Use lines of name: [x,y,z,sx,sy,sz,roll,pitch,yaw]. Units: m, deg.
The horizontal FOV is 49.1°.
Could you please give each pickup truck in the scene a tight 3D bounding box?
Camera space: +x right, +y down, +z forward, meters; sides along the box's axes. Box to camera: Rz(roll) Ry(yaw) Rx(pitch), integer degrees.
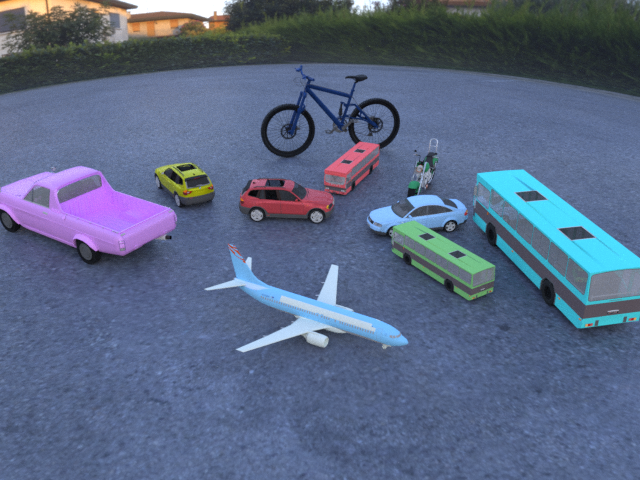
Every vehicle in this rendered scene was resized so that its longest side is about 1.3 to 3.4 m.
pickup truck: [-3.665,-0.509,10.671,3.117,0.993,1.244,17,31,30]

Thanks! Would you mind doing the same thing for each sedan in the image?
sedan: [1.537,-0.418,11.054,1.613,0.483,0.635,-6,28,-12]

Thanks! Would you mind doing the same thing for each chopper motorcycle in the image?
chopper motorcycle: [1.811,-1.212,12.308,0.466,0.761,1.563,10,29,19]

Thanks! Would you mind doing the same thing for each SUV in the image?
SUV: [-0.541,-0.670,11.443,1.572,0.580,0.656,2,27,3]
SUV: [-2.380,-1.064,12.217,0.656,0.580,1.572,-16,31,-28]

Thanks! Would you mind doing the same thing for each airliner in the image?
airliner: [-0.096,0.691,8.488,2.541,0.835,2.257,14,30,26]

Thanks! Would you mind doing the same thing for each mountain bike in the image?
mountain bike: [0.232,-2.512,13.840,2.857,1.688,1.114,-6,28,-12]

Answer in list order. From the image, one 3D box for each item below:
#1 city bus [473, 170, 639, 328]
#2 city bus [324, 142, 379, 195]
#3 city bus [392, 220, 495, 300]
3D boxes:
city bus: [3.154,0.031,9.719,0.926,0.894,3.255,-6,28,-11]
city bus: [0.604,-1.317,12.845,0.476,0.460,1.674,12,29,22]
city bus: [1.669,0.274,9.721,0.476,0.460,1.674,-16,31,-29]
